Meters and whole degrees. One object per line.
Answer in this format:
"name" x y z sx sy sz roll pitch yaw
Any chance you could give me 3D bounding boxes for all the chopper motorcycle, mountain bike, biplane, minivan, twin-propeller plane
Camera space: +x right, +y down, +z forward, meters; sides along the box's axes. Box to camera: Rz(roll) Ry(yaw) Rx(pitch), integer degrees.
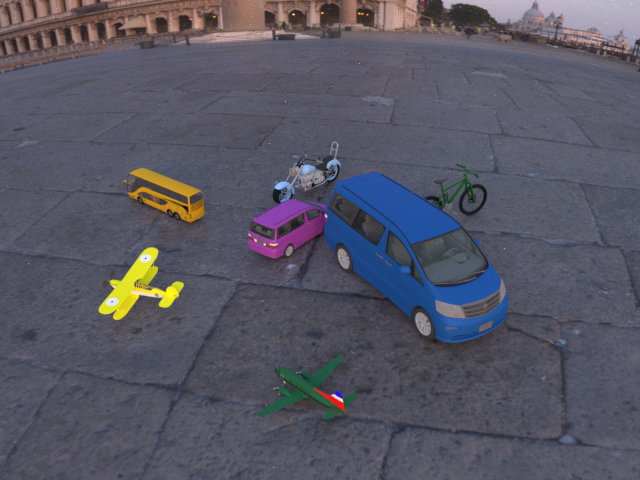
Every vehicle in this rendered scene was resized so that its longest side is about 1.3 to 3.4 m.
"chopper motorcycle" -0.218 -1.172 12.275 0.466 0.761 1.563 27 40 37
"mountain bike" 2.141 -0.692 11.365 1.469 0.868 0.573 -15 34 -23
"biplane" -2.398 0.676 9.429 1.090 0.504 1.336 10 32 15
"minivan" -0.418 -0.270 10.905 0.681 0.616 1.548 22 37 32
"minivan" 1.260 0.155 9.626 1.324 1.197 3.011 -18 35 -27
"twin-propeller plane" -0.131 1.647 7.896 1.095 0.407 1.370 26 39 36

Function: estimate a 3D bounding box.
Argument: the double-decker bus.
"double-decker bus" -2.648 -0.780 11.833 1.672 0.541 0.389 22 37 32
